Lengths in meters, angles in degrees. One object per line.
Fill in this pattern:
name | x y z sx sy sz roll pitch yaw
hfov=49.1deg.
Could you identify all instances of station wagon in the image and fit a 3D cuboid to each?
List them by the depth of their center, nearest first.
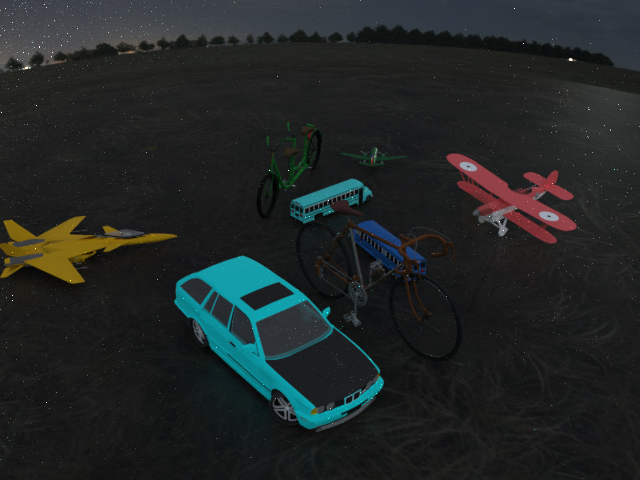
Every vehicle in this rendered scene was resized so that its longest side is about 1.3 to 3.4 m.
station wagon | -0.588 1.084 8.526 1.327 0.920 3.105 -21 35 -33

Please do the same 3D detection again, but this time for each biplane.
biplane | 3.311 -0.666 11.710 2.120 0.981 2.598 -19 34 -32

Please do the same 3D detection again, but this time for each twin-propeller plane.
twin-propeller plane | 1.087 -1.732 14.294 1.370 0.407 1.095 4 29 7

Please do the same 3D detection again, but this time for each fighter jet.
fighter jet | -3.590 -0.041 10.996 2.640 0.557 2.229 -8 29 -14

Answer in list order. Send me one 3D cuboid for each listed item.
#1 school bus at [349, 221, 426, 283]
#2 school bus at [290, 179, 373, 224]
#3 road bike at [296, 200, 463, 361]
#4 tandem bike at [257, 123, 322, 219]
school bus | 0.996 0.129 10.810 0.365 0.434 1.708 -14 32 -25
school bus | 0.241 -0.709 12.367 1.708 0.434 0.365 -23 36 -36
road bike | 0.660 0.395 9.029 0.696 1.656 3.004 -23 36 -36
tandem bike | -0.508 -1.527 12.944 0.550 1.326 3.192 9 30 17
